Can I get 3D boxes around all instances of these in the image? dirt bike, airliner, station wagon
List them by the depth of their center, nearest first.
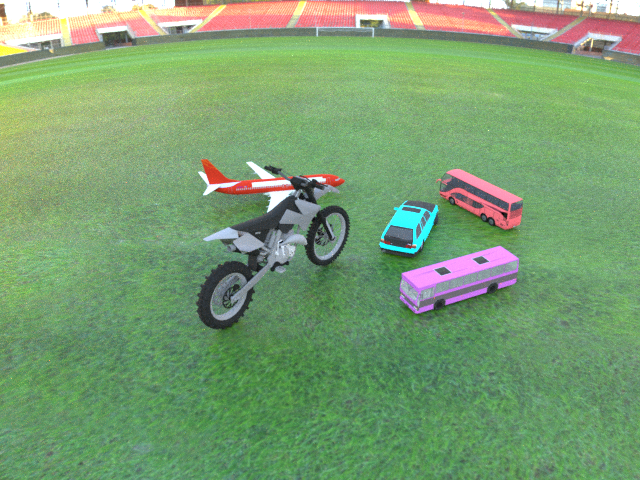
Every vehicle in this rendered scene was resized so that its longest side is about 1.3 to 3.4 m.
[{"bbox_3d":[-0.539,-0.012,9.305,1.024,1.666,2.903,23,36,34],"label":"dirt bike"},{"bbox_3d":[1.433,-0.285,11.011,0.682,0.473,1.597,11,31,18],"label":"station wagon"},{"bbox_3d":[-0.793,-1.114,12.120,2.541,0.835,2.257,-7,30,-11],"label":"airliner"}]

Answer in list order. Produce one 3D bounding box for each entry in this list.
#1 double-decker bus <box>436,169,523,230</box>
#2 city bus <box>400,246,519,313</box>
[{"bbox_3d":[2.647,-0.713,11.705,0.389,0.541,1.672,-18,34,-29],"label":"double-decker bus"},{"bbox_3d":[1.906,0.546,9.543,1.674,0.460,0.476,-14,32,-23],"label":"city bus"}]
